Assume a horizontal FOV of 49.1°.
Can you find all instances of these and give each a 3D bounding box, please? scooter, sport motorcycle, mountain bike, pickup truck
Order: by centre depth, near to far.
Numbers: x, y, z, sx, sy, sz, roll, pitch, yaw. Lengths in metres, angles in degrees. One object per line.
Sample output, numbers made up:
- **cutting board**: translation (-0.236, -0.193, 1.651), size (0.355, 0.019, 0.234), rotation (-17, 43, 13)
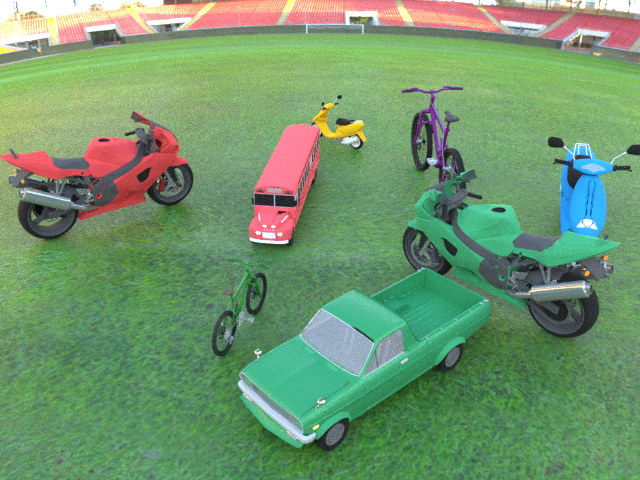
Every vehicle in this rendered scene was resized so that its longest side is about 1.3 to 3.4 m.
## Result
- **pickup truck**: translation (0.595, 1.147, 7.966), size (3.117, 0.993, 1.244), rotation (-24, 37, -35)
- **mountain bike**: translation (-0.988, 0.781, 8.734), size (0.573, 0.868, 1.469), rotation (10, 31, 18)
- **sport motorcycle**: translation (2.302, 0.154, 9.098), size (2.955, 1.596, 0.983), rotation (25, 38, 36)
- **scooter**: translation (3.953, -0.765, 10.518), size (1.288, 1.786, 2.721), rotation (7, 31, 13)
- **sport motorcycle**: translation (-3.412, -1.021, 11.159), size (2.955, 1.596, 0.983), rotation (-19, 35, -30)
- **mountain bike**: translation (2.048, -1.671, 12.206), size (1.114, 1.688, 2.857), rotation (-5, 30, -8)
- **scooter**: translation (0.359, -2.404, 14.268), size (1.399, 0.919, 0.662), rotation (21, 36, 33)

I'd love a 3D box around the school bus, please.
- **school bus**: translation (-0.547, -0.994, 11.871), size (0.709, 0.844, 3.322), rotation (4, 30, 7)
